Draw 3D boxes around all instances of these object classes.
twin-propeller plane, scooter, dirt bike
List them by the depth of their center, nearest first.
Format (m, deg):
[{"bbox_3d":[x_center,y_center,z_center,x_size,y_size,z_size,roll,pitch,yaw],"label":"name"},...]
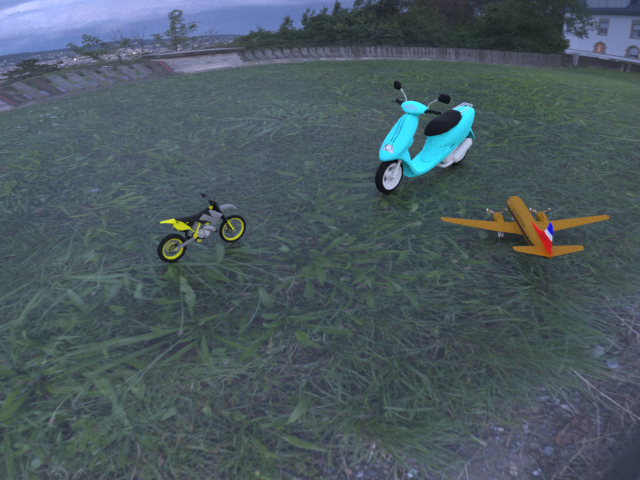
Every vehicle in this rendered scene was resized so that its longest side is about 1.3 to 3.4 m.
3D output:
[{"bbox_3d":[-1.779,-0.197,10.554,1.493,0.857,0.527,-19,34,-31],"label":"dirt bike"},{"bbox_3d":[3.234,-0.309,10.825,2.663,0.792,2.129,-1,29,-1],"label":"twin-propeller plane"},{"bbox_3d":[1.990,-1.978,12.821,2.721,1.786,1.288,-24,37,-36],"label":"scooter"}]
